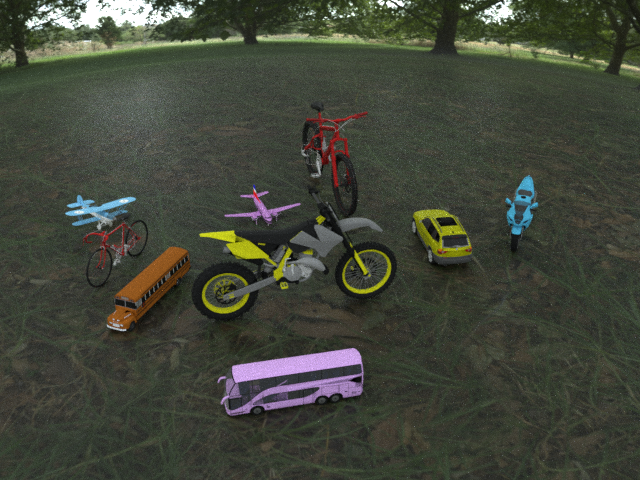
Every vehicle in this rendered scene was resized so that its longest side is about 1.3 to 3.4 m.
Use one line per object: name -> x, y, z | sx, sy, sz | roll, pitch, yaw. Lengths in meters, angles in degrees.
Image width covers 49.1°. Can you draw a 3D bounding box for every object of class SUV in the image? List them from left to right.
SUV -> 1.957, -0.140, 11.273 | 0.656, 0.580, 1.572 | -4, 30, -7

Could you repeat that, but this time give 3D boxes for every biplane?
biplane -> -3.812, -0.498, 11.986 | 1.090, 0.504, 1.336 | 21, 36, 33

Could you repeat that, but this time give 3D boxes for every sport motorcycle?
sport motorcycle -> 3.325, -0.448, 11.575 | 0.506, 0.821, 1.520 | 10, 31, 18

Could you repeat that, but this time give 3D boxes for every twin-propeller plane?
twin-propeller plane -> -1.022, -0.599, 12.265 | 1.370, 0.407, 1.095 | -10, 31, -17

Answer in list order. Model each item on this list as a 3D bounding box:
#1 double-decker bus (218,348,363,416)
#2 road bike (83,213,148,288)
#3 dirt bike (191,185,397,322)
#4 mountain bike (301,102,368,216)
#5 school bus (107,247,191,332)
double-decker bus -> -0.329, 1.652, 8.125 | 1.672, 0.541, 0.389 | -6, 30, -11
road bike -> -3.065, 0.079, 10.606 | 0.358, 0.852, 1.545 | 11, 31, 19
dirt bike -> -0.314, 0.235, 9.499 | 2.903, 1.666, 1.024 | -7, 30, -13
mountain bike -> 0.136, -1.633, 12.798 | 1.114, 1.688, 2.857 | -9, 31, -16
school bus -> -2.425, 0.683, 9.959 | 0.365, 0.434, 1.708 | 10, 31, 18
